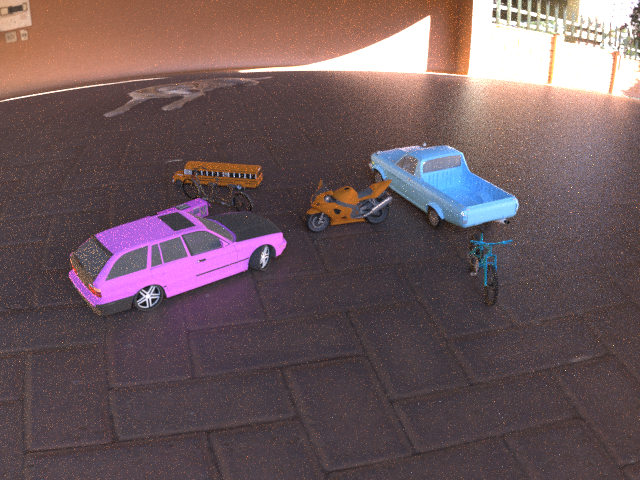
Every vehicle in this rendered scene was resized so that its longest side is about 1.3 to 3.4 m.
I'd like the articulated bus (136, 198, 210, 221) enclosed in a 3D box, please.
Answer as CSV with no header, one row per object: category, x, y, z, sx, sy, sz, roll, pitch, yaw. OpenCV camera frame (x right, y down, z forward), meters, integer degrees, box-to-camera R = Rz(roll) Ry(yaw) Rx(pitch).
articulated bus,-2.616,-0.304,11.646,0.311,0.289,1.749,24,36,39

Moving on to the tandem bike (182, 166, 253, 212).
tandem bike,-1.838,-0.894,12.362,1.642,0.682,0.283,17,32,29

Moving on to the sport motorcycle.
sport motorcycle,0.472,-0.575,11.592,1.520,0.821,0.506,-9,29,-17

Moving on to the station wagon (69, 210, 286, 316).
station wagon,-1.981,0.112,10.151,3.105,0.920,1.327,-19,33,-32

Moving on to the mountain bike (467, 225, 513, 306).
mountain bike,2.312,0.273,9.895,0.573,0.868,1.469,-1,27,-2

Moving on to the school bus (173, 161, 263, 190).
school bus,-1.957,-1.229,13.283,1.708,0.434,0.365,5,28,9

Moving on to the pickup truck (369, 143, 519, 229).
pickup truck,2.081,-1.066,12.357,1.244,0.993,3.117,-12,30,-23
